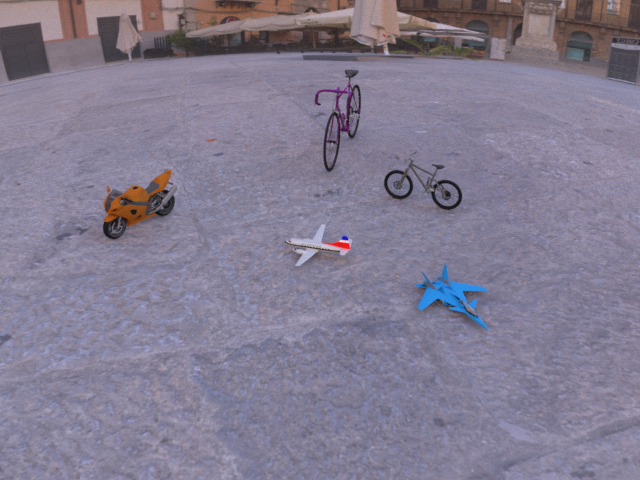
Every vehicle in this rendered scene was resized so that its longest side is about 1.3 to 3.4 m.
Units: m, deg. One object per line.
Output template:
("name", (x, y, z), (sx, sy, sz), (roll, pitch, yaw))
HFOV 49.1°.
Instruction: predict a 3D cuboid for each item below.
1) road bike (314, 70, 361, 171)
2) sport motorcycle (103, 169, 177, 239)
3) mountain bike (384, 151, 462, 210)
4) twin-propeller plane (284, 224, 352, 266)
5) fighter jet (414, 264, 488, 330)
("road bike", (0.489, -2.571, 14.339), (0.696, 1.656, 3.004), (8, 30, 14))
("sport motorcycle", (-3.024, -0.608, 11.718), (0.506, 0.821, 1.520), (21, 35, 32))
("mountain bike", (1.826, -1.034, 12.423), (1.469, 0.868, 0.573), (14, 33, 24))
("twin-propeller plane", (-0.050, 0.051, 10.972), (1.095, 0.407, 1.370), (9, 31, 15))
("fighter jet", (1.927, 0.815, 9.746), (1.147, 0.286, 1.358), (-13, 32, -22))
